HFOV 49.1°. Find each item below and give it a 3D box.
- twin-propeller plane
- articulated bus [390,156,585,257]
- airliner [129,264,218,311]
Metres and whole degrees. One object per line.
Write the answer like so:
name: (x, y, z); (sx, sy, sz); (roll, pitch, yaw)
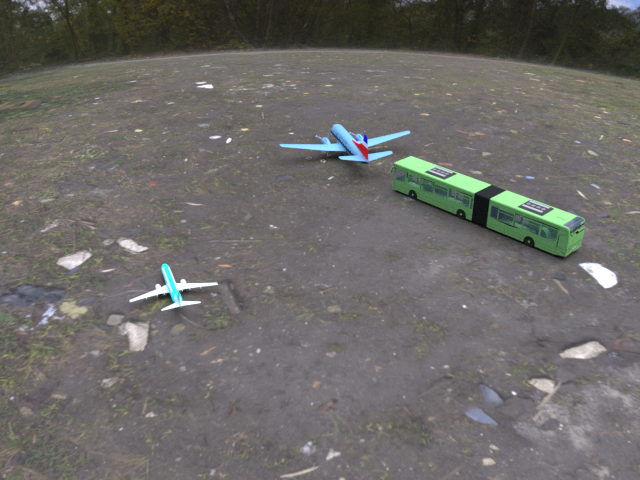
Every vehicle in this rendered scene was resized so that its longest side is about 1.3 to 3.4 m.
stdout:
twin-propeller plane: (0.570, -1.941, 13.448); (2.663, 0.792, 2.129); (-8, 30, -14)
articulated bus: (2.565, -0.610, 11.272); (0.605, 0.561, 3.401); (-24, 37, -37)
airliner: (-1.977, 0.541, 9.322); (1.161, 0.429, 1.307); (-11, 31, -19)
